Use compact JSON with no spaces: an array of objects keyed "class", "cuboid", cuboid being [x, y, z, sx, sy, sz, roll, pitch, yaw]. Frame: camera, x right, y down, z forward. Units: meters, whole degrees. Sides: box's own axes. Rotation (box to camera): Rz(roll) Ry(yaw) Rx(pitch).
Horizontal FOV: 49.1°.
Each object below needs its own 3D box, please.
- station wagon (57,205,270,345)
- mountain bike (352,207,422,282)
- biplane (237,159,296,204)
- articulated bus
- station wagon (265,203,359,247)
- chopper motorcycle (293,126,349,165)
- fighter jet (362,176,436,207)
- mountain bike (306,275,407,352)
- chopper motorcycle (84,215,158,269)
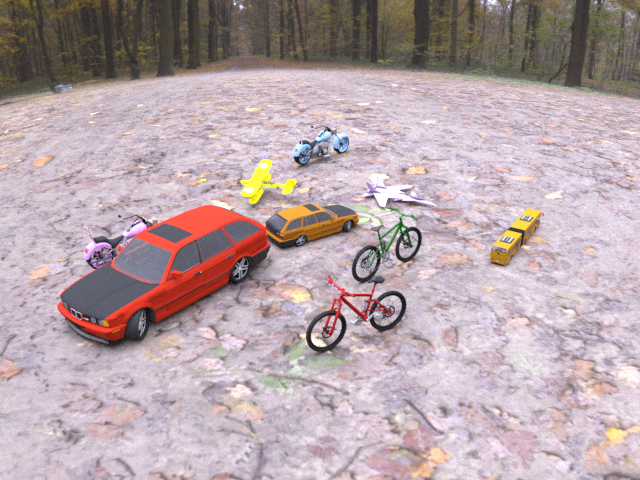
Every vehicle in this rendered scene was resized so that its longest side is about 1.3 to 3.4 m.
[{"class":"station wagon","cuboid":[-2.081,0.325,9.651,1.327,0.920,3.105,19,32,33]},{"class":"mountain bike","cuboid":[1.005,0.067,10.227,1.469,0.868,0.573,-22,34,-37]},{"class":"biplane","cuboid":[-0.986,-0.991,12.751,1.090,0.504,1.336,6,27,12]},{"class":"articulated bus","cuboid":[3.143,-0.075,11.159,0.311,0.289,1.749,16,31,29]},{"class":"station wagon","cuboid":[-0.111,-0.329,11.459,1.597,0.473,0.682,-17,31,-30]},{"class":"chopper motorcycle","cuboid":[0.042,-2.045,14.572,0.466,0.761,1.563,24,35,39]},{"class":"fighter jet","cuboid":[1.498,-0.846,12.703,1.358,0.286,1.147,16,31,29]},{"class":"mountain bike","cuboid":[0.470,0.865,8.630,1.469,0.868,0.573,-15,30,-27]},{"class":"chopper motorcycle","cuboid":[-2.812,-0.048,10.577,1.563,0.761,0.466,-20,33,-34]}]
